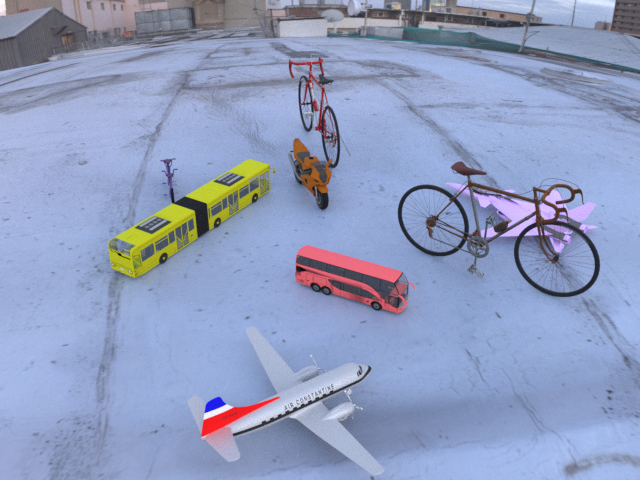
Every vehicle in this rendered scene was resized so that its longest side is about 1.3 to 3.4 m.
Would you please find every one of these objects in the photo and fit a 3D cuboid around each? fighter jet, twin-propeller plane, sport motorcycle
[{"bbox_3d":[3.133,-0.659,11.573,2.229,0.557,2.640,-25,39,-35],"label":"fighter jet"},{"bbox_3d":[-0.302,1.652,7.508,2.129,0.792,2.663,-18,36,-28],"label":"twin-propeller plane"},{"bbox_3d":[-0.164,-1.155,12.140,0.506,0.821,1.520,-11,33,-18],"label":"sport motorcycle"}]

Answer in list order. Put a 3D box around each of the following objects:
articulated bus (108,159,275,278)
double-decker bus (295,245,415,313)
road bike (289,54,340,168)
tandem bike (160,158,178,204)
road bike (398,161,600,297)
[{"bbox_3d":[-1.935,-0.439,11.203,0.605,0.561,3.401,18,35,27],"label":"articulated bus"},{"bbox_3d":[0.449,0.539,9.599,1.672,0.541,0.389,15,34,24],"label":"double-decker bus"},{"bbox_3d":[-0.051,-2.596,13.723,0.696,1.656,3.004,-8,32,-13],"label":"road bike"},{"bbox_3d":[-2.602,-1.074,12.141,0.283,0.682,1.642,-7,32,-12],"label":"tandem bike"},{"bbox_3d":[2.423,-0.222,9.782,3.004,1.656,0.697,20,36,29],"label":"road bike"}]
